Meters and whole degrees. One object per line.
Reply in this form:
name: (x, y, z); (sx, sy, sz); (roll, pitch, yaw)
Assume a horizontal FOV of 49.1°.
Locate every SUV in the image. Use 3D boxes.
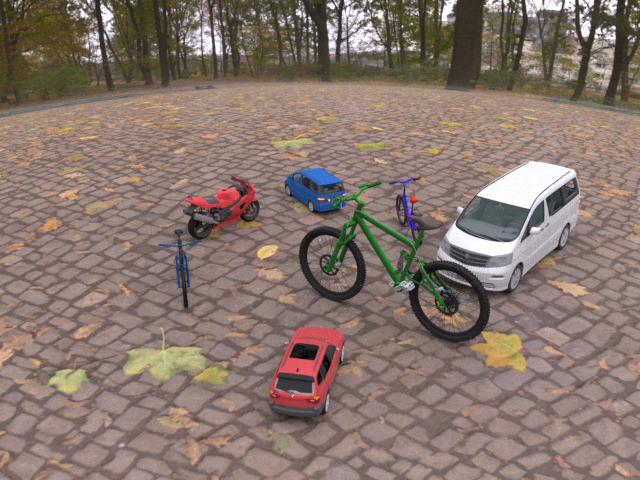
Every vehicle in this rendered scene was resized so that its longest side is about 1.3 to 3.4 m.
SUV: (-0.128, 1.395, 7.959); (0.656, 0.580, 1.572); (5, 25, 11)

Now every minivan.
minivan: (-0.120, -1.008, 13.090); (0.681, 0.616, 1.548); (-13, 28, -26)
minivan: (2.969, -0.269, 10.810); (1.324, 1.197, 3.011); (19, 31, 35)

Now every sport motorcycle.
sport motorcycle: (-1.628, -0.551, 11.863); (1.520, 0.821, 0.506); (-22, 33, -39)

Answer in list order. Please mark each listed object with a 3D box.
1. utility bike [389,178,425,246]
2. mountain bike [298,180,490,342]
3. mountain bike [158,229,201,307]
utility bike: (1.440, -0.513, 11.633); (0.535, 0.946, 1.435); (-5, 25, -10)
mountain bike: (0.881, 0.274, 9.058); (2.857, 1.688, 1.114); (17, 30, 32)
mountain bike: (-1.966, 0.318, 9.937); (0.573, 0.868, 1.469); (-5, 25, -12)
